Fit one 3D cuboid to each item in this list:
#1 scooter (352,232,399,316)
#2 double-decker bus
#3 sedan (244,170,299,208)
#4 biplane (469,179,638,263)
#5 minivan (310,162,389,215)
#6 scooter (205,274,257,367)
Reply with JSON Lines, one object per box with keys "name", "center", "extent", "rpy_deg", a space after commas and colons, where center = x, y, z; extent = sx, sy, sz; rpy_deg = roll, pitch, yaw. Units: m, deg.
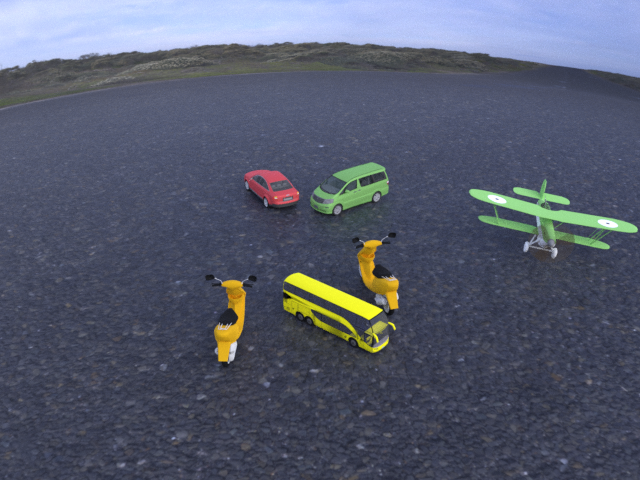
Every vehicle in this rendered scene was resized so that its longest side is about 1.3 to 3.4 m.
{"name": "scooter", "center": [0.812, 0.410, 9.957], "extent": [0.662, 0.919, 1.399], "rpy_deg": [-8, 28, -15]}
{"name": "double-decker bus", "center": [0.208, 0.962, 9.296], "extent": [1.672, 0.541, 0.389], "rpy_deg": [22, 34, 36]}
{"name": "sedan", "center": [-0.944, -1.057, 13.289], "extent": [0.635, 0.483, 1.613], "rpy_deg": [-14, 30, -25]}
{"name": "biplane", "center": [3.705, -0.359, 11.387], "extent": [2.598, 0.981, 2.120], "rpy_deg": [5, 28, 10]}
{"name": "minivan", "center": [0.545, -0.959, 12.953], "extent": [1.548, 0.616, 0.681], "rpy_deg": [-19, 33, -32]}
{"name": "scooter", "center": [-1.137, 0.929, 8.948], "extent": [0.662, 0.919, 1.399], "rpy_deg": [1, 27, 2]}
